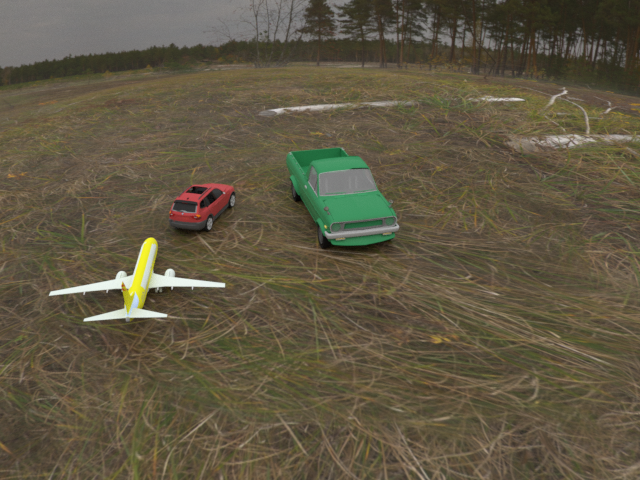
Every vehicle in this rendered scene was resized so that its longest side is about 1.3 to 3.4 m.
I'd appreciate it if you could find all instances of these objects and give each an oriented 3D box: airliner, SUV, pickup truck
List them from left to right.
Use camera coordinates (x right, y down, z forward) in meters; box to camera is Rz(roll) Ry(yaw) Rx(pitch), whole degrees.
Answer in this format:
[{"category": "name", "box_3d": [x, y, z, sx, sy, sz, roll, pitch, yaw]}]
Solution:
[{"category": "airliner", "box_3d": [-2.408, 0.354, 9.347, 2.257, 0.835, 2.541, -2, 27, -5]}, {"category": "SUV", "box_3d": [-1.938, -0.643, 11.617, 0.656, 0.580, 1.572, 7, 28, 14]}, {"category": "pickup truck", "box_3d": [0.283, -0.884, 11.637, 1.244, 0.993, 3.117, -7, 27, -13]}]
